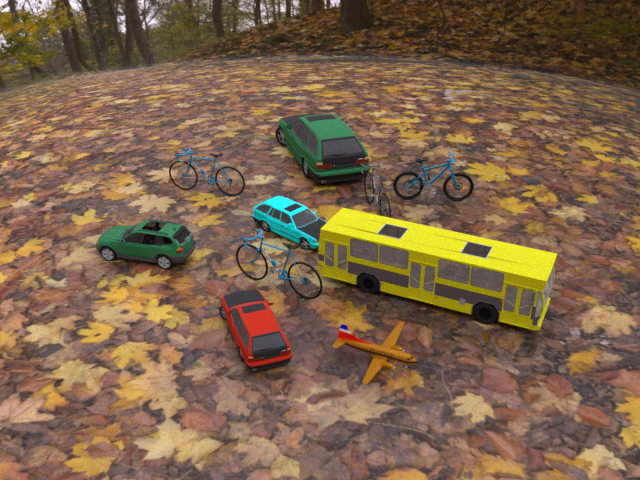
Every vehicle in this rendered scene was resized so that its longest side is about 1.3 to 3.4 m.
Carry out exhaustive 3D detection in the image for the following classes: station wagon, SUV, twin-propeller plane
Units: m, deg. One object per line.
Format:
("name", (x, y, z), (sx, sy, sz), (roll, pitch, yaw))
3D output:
("station wagon", (-0.871, 1.069, 9.208), (0.682, 0.473, 1.597), (-10, 30, -17))
("SUV", (-2.753, 0.001, 11.031), (1.572, 0.580, 0.656), (7, 30, 13))
("station wagon", (-0.422, -0.325, 11.733), (1.597, 0.473, 0.682), (25, 37, 37))
("station wagon", (-0.004, -2.129, 14.537), (1.327, 0.920, 3.105), (-9, 30, -16))
("twin-propeller plane", (0.721, 1.340, 8.784), (1.095, 0.407, 1.370), (13, 31, 22))

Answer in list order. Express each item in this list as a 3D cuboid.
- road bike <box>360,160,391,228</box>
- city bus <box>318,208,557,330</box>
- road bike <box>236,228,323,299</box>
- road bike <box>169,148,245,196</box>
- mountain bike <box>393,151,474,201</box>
("road bike", (1.004, -0.839, 12.271), (0.358, 0.852, 1.545), (-6, 30, -11))
("city bus", (1.603, 0.398, 9.987), (3.255, 0.894, 0.926), (13, 32, 23))
("road bike", (-0.615, 0.343, 10.131), (1.545, 0.852, 0.358), (17, 33, 28))
("road bike", (-2.125, -1.266, 13.044), (1.545, 0.852, 0.358), (8, 30, 14))
("mountain bike", (2.077, -1.119, 12.762), (1.469, 0.868, 0.573), (2, 29, 4))
